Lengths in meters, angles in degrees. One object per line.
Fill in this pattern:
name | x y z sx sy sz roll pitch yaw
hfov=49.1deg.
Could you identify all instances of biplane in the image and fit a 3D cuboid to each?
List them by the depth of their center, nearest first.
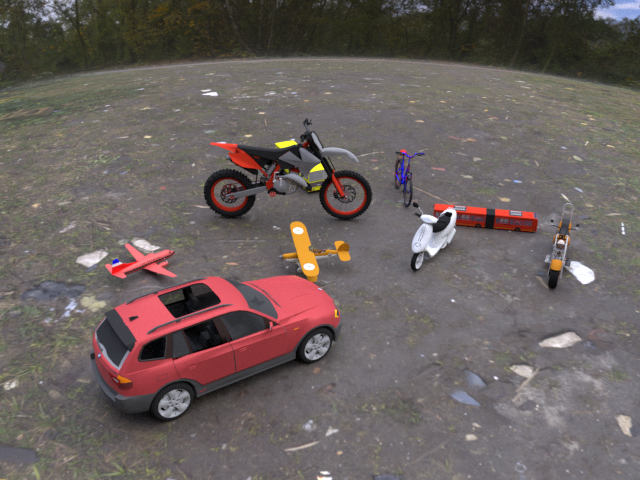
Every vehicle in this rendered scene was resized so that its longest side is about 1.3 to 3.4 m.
biplane | -0.081 0.228 10.604 1.090 0.504 1.336 -6 29 -10

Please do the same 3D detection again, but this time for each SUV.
SUV | -1.189 1.053 8.445 3.058 1.128 1.276 -17 33 -28

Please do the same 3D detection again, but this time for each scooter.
scooter | 1.781 -0.154 10.871 0.662 0.919 1.399 19 34 30

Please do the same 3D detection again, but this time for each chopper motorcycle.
chopper motorcycle | 3.658 0.065 10.634 0.466 0.761 1.563 11 31 19

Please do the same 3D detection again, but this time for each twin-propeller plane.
twin-propeller plane | -2.656 0.305 10.565 1.095 0.407 1.370 -25 37 -38

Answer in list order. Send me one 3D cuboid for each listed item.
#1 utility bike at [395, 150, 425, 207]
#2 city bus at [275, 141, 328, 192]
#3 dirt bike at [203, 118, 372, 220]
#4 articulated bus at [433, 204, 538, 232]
utility bike | 1.589 -1.253 12.852 0.535 0.946 1.435 -3 29 -5
city bus | -0.379 -1.441 13.702 0.476 0.460 1.674 -13 31 -22
dirt bike | -0.557 -1.116 11.851 2.903 1.666 1.024 1 29 3
articulated bus | 2.797 -0.379 11.939 1.749 0.289 0.311 6 29 11
